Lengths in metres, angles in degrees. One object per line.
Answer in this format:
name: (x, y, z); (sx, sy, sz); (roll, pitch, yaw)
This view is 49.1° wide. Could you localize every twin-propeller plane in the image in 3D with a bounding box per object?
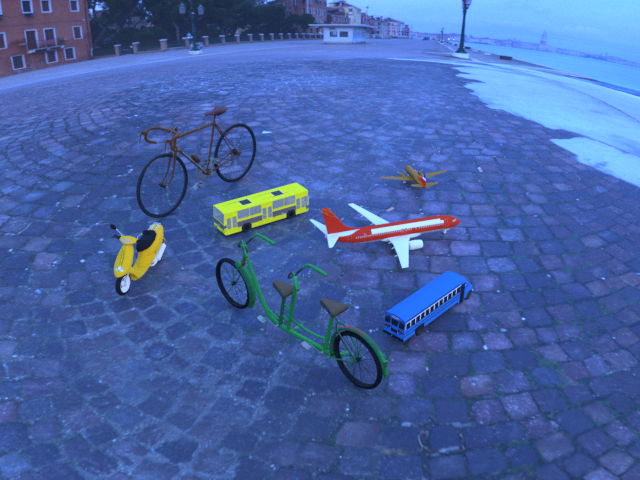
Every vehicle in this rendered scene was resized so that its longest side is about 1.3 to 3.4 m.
twin-propeller plane: (1.844, -1.262, 13.498); (1.370, 0.407, 1.095); (-7, 30, -12)

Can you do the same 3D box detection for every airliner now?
airliner: (1.181, -0.320, 11.404); (2.541, 0.835, 2.257); (-10, 31, -17)

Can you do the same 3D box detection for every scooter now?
scooter: (-2.712, 0.138, 10.511); (0.662, 0.919, 1.399); (9, 31, 15)

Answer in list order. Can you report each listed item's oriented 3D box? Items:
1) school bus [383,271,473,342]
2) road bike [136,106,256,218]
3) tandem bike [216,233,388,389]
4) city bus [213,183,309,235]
school bus: (1.552, 0.865, 9.721); (0.365, 0.434, 1.708); (25, 38, 37)
road bike: (-2.174, -1.520, 12.686); (0.696, 1.656, 3.004); (20, 35, 32)
tandem bike: (-0.358, 0.801, 8.932); (3.192, 1.326, 0.550); (26, 39, 38)
city bus: (-1.004, -0.531, 12.156); (1.674, 0.460, 0.476); (-18, 34, -29)
